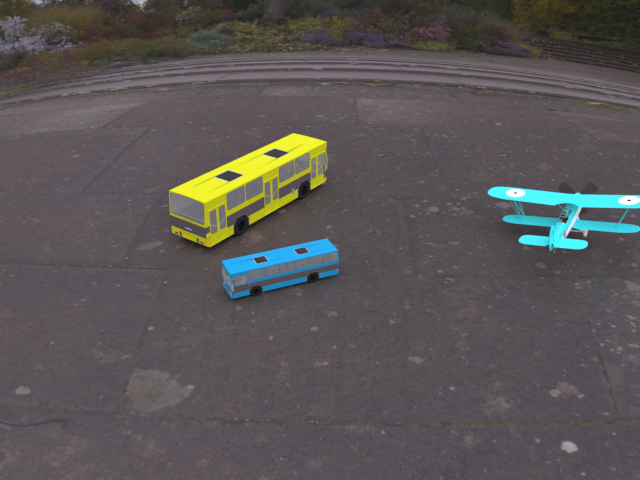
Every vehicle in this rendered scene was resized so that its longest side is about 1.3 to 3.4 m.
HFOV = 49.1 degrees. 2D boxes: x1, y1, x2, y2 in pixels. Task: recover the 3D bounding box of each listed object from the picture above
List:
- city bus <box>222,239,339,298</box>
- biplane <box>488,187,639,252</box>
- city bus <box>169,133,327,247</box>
[{"bbox_3d":[-0.565,0.422,10.186,1.674,0.460,0.476,-12,31,-21],"label":"city bus"},{"bbox_3d":[3.804,-0.314,10.984,2.598,0.981,2.120,15,32,25],"label":"biplane"},{"bbox_3d":[-1.126,-0.905,12.145,0.926,0.894,3.255,19,34,31],"label":"city bus"}]
